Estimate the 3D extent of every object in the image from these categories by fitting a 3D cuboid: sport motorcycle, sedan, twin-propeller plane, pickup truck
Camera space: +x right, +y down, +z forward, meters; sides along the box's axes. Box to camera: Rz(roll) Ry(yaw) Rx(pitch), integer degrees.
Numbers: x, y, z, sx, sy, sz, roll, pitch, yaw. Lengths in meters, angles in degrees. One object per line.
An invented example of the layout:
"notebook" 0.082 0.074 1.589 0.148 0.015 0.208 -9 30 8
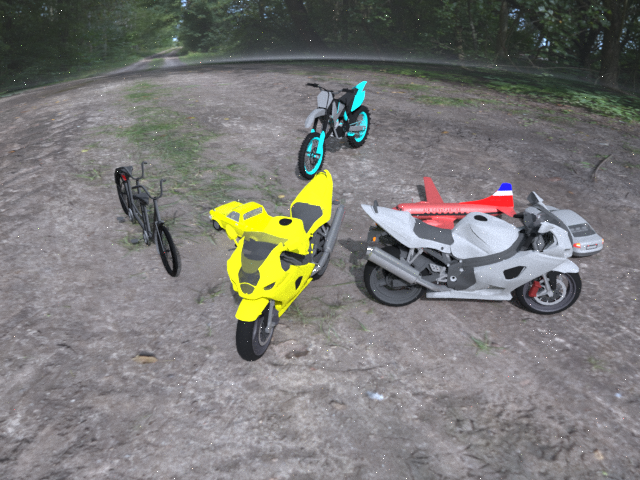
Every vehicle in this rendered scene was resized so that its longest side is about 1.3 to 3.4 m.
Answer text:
"sport motorcycle" 2.000 0.237 9.273 2.955 1.596 0.983 3 28 6
"sedan" 3.905 -0.239 11.337 0.635 0.483 1.613 -9 29 -16
"sport motorcycle" -0.416 0.259 9.233 0.983 1.596 2.955 10 30 18
"twin-propeller plane" 2.166 -0.579 11.644 2.129 0.792 2.663 0 28 -1
"pickup truck" -1.116 -0.297 11.416 1.603 0.511 0.640 25 37 38

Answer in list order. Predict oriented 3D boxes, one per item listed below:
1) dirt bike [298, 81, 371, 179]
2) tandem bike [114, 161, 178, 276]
"dirt bike" 0.351 -2.346 14.012 1.024 1.666 2.903 15 32 26
"tandem bike" -2.824 -0.577 11.076 0.550 1.326 3.192 -15 32 -25
